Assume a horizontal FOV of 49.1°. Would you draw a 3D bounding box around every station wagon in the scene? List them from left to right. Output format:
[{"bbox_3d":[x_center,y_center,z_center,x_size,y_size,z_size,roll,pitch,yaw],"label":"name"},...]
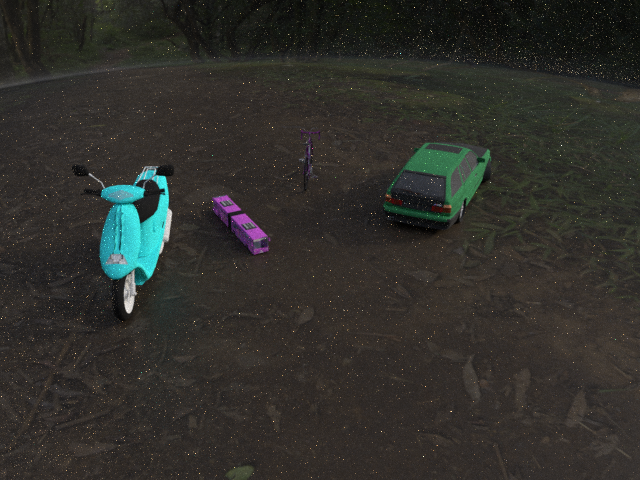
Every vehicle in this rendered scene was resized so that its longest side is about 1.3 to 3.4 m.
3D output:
[{"bbox_3d":[2.116,-1.174,12.032,1.327,0.920,3.105,12,30,22],"label":"station wagon"}]

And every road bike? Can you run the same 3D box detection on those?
[{"bbox_3d":[-0.210,-1.501,12.729,0.358,0.852,1.545,2,28,4],"label":"road bike"}]

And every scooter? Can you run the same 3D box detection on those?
[{"bbox_3d":[-2.469,-0.295,9.427,1.288,1.786,2.721,0,28,0],"label":"scooter"}]

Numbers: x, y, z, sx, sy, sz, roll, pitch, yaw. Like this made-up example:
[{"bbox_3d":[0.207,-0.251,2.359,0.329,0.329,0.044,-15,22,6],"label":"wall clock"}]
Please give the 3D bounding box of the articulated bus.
[{"bbox_3d":[-1.271,-0.264,10.979,0.311,0.289,1.749,-14,31,-24],"label":"articulated bus"}]
